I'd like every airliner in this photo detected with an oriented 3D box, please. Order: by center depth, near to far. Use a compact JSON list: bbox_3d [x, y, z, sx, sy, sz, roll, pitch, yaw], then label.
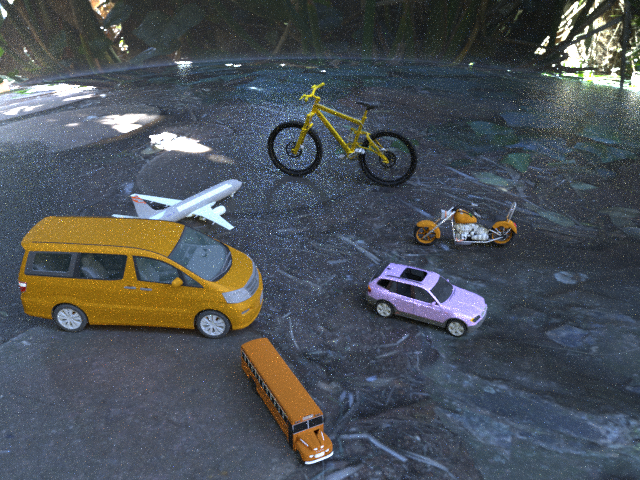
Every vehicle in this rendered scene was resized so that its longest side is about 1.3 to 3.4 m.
[{"bbox_3d":[-2.140,-0.752,11.605,2.257,0.835,2.541,18,33,30],"label":"airliner"}]

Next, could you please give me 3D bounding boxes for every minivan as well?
[{"bbox_3d":[-2.257,0.416,9.023,3.011,1.197,1.324,2,28,4],"label":"minivan"}]

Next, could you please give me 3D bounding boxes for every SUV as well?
[{"bbox_3d":[1.377,0.728,9.094,1.572,0.580,0.656,13,31,23],"label":"SUV"}]

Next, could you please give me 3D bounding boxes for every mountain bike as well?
[{"bbox_3d":[0.381,-1.861,12.783,2.857,1.688,1.114,8,29,14],"label":"mountain bike"}]

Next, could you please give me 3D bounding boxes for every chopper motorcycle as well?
[{"bbox_3d":[2.237,-0.253,10.745,1.563,0.761,0.466,2,28,3],"label":"chopper motorcycle"}]

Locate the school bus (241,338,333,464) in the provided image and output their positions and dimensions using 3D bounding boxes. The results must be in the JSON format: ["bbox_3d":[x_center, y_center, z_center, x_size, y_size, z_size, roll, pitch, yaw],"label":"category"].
[{"bbox_3d":[-0.377,1.680,7.458,0.365,0.434,1.708,-13,31,-24],"label":"school bus"}]
